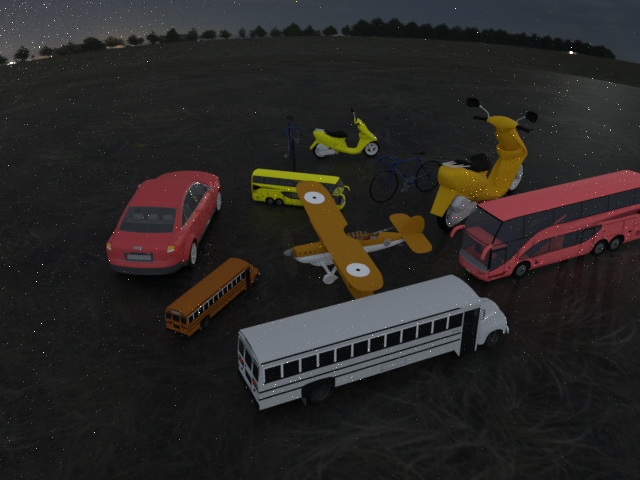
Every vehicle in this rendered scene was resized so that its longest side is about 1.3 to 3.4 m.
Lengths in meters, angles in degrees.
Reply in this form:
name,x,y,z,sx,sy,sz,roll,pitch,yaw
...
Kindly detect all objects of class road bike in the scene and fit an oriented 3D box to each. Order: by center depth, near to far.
name,x,y,z,sx,sy,sz,roll,pitch,yaw
road bike,1.518,-1.140,12.190,1.545,0.852,0.358,-15,32,-25
road bike,-0.554,-1.963,13.704,0.358,0.852,1.545,-3,29,-5

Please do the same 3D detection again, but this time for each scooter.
name,x,y,z,sx,sy,sz,roll,pitch,yaw
scooter,2.709,-1.277,11.464,1.288,1.786,2.721,24,36,37
scooter,0.502,-2.058,13.811,1.399,0.919,0.662,-3,29,-5

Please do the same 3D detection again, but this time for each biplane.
name,x,y,z,sx,sy,sz,roll,pitch,yaw
biplane,0.517,0.068,9.832,2.120,0.981,2.598,-10,30,-17

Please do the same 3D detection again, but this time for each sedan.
name,x,y,z,sx,sy,sz,roll,pitch,yaw
sedan,-2.338,-0.479,10.882,1.235,0.940,3.137,2,29,4

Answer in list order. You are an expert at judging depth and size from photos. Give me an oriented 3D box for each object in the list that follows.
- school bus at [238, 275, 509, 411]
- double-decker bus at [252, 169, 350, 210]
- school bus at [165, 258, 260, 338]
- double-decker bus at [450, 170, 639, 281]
name,x,y,z,sx,sy,sz,roll,pitch,yaw
school bus,0.722,1.098,8.078,3.322,0.844,0.709,-12,31,-22
double-decker bus,-0.346,-0.860,12.000,1.672,0.541,0.389,7,29,13
school bus,-1.371,0.689,9.261,0.365,0.434,1.708,14,32,24
double-decker bus,3.476,-0.223,10.293,3.251,1.052,0.756,-13,31,-22
